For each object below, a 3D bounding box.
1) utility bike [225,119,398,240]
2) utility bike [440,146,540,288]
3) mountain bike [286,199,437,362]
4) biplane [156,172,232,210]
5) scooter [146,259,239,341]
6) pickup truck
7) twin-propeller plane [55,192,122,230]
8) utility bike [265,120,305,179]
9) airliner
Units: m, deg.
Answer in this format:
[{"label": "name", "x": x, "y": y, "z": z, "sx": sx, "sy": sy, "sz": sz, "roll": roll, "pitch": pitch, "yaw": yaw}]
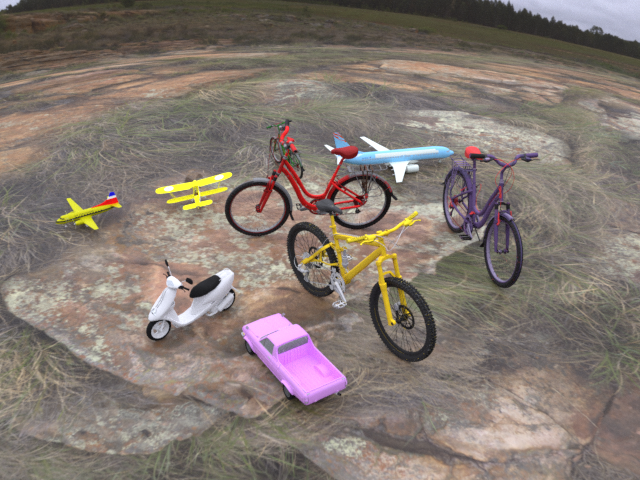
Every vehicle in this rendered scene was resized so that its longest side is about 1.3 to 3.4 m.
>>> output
[{"label": "utility bike", "x": -0.103, "y": -0.849, "z": 10.896, "sx": 2.791, "sy": 1.839, "sz": 1.039, "roll": -4, "pitch": 30, "yaw": -7}, {"label": "utility bike", "x": 2.498, "y": -0.615, "z": 10.490, "sx": 1.039, "sy": 1.839, "sz": 2.791, "roll": -7, "pitch": 31, "yaw": -11}, {"label": "mountain bike", "x": 0.436, "y": 0.360, "z": 8.949, "sx": 1.114, "sy": 1.688, "sz": 2.857, "roll": -21, "pitch": 36, "yaw": -32}, {"label": "biplane", "x": -2.163, "y": -0.791, "z": 12.133, "sx": 1.336, "sy": 0.504, "sz": 1.090, "roll": -6, "pitch": 30, "yaw": -10}, {"label": "scooter", "x": -1.662, "y": 0.711, "z": 9.111, "sx": 1.399, "sy": 0.919, "sz": 0.662, "roll": -23, "pitch": 37, "yaw": -34}, {"label": "pickup truck", "x": -0.343, "y": 1.364, "z": 8.386, "sx": 0.640, "sy": 0.511, "sz": 1.603, "roll": -18, "pitch": 34, "yaw": -28}, {"label": "twin-propeller plane", "x": -3.900, "y": -0.502, "z": 11.729, "sx": 1.095, "sy": 0.407, "sz": 1.370, "roll": -20, "pitch": 35, "yaw": -31}, {"label": "utility bike", "x": -0.692, "y": -1.737, "z": 13.332, "sx": 0.535, "sy": 0.946, "sz": 1.435, "roll": -15, "pitch": 33, "yaw": -25}, {"label": "airliner", "x": 1.430, "y": -1.784, "z": 13.525, "sx": 2.541, "sy": 0.835, "sz": 2.257, "roll": -7, "pitch": 31, "yaw": -12}]
